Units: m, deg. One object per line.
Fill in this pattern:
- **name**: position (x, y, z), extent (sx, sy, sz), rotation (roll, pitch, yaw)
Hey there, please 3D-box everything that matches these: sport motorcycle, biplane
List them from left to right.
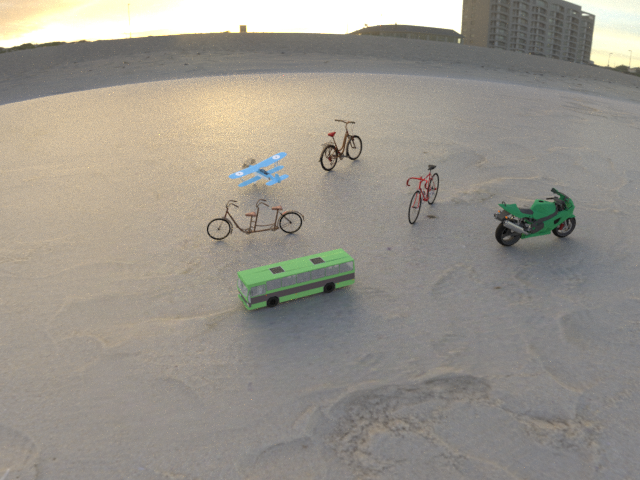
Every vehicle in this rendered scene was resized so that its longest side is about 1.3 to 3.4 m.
- **biplane**: position (-1.106, -1.279, 13.653), extent (1.336, 0.504, 1.090), rotation (-20, 33, -34)
- **sport motorcycle**: position (3.547, -0.346, 11.441), extent (1.520, 0.821, 0.506), rotation (-8, 28, -15)

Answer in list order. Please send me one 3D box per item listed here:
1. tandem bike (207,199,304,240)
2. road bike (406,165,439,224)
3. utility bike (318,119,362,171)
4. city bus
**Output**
- **tandem bike**: position (-1.064, -0.361, 11.626), extent (1.642, 0.682, 0.283), rotation (-6, 27, -11)
- **road bike**: position (1.863, -0.865, 12.440), extent (0.358, 0.852, 1.545), rotation (13, 29, 24)
- **utility bike**: position (0.403, -2.021, 14.640), extent (0.535, 0.946, 1.435), rotation (21, 33, 35)
- **city bus**: position (-0.330, 0.566, 10.025), extent (1.674, 0.460, 0.476), rotation (-12, 29, -23)
